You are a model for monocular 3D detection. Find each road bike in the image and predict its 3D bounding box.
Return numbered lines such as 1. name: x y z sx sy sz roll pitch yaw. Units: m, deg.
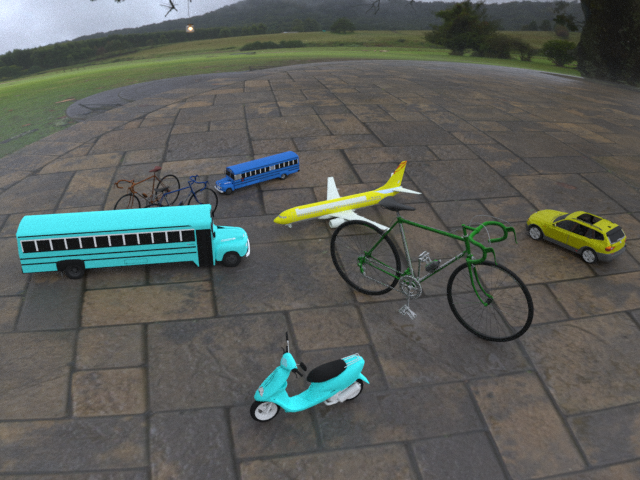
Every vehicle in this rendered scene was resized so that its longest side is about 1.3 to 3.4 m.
1. road bike: 1.374 0.299 9.171 3.004 1.656 0.697 19 34 30
2. road bike: -2.354 -0.568 11.548 1.545 0.852 0.358 -22 36 -33
3. road bike: -2.946 -0.785 11.936 0.358 0.852 1.545 18 34 29

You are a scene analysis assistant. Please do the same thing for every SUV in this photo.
1. SUV: 4.046 -0.161 11.097 0.656 0.580 1.572 -23 36 -34

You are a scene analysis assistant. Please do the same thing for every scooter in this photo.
1. scooter: -0.110 1.523 7.737 1.399 0.919 0.662 -10 31 -17

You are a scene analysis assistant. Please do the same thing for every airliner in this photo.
1. airliner: 0.391 -0.767 11.921 2.541 0.835 2.257 -12 31 -21

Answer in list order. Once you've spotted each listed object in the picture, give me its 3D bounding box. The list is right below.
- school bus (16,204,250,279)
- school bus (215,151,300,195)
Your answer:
1. school bus: -2.739 -0.006 10.550 3.322 0.844 0.709 -4 29 -7
2. school bus: -1.187 -1.278 13.246 1.708 0.434 0.365 -19 34 -30
